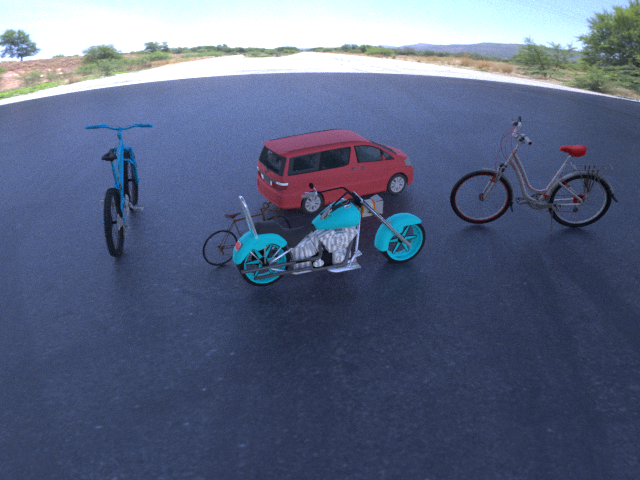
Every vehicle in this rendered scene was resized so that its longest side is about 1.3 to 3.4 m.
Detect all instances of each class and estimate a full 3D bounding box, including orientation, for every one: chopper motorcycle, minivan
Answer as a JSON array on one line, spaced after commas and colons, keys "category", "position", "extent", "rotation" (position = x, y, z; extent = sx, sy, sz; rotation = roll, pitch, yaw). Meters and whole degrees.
[{"category": "chopper motorcycle", "position": [0.193, -0.151, 10.310], "extent": [3.040, 1.480, 0.906], "rotation": [-10, 29, -19]}, {"category": "minivan", "position": [0.344, -1.401, 13.082], "extent": [3.011, 1.197, 1.324], "rotation": [-14, 30, -26]}]

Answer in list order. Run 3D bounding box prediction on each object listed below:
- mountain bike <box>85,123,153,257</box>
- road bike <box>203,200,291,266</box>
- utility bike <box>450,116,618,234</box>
[{"category": "mountain bike", "position": [-3.310, -0.943, 11.639], "extent": [1.114, 1.688, 2.857], "rotation": [-3, 27, -5]}, {"category": "road bike", "position": [-1.127, -0.107, 10.916], "extent": [1.545, 0.852, 0.358], "rotation": [-16, 31, -29]}, {"category": "utility bike", "position": [3.604, -0.997, 11.579], "extent": [2.791, 1.839, 1.039], "rotation": [2, 27, 4]}]
